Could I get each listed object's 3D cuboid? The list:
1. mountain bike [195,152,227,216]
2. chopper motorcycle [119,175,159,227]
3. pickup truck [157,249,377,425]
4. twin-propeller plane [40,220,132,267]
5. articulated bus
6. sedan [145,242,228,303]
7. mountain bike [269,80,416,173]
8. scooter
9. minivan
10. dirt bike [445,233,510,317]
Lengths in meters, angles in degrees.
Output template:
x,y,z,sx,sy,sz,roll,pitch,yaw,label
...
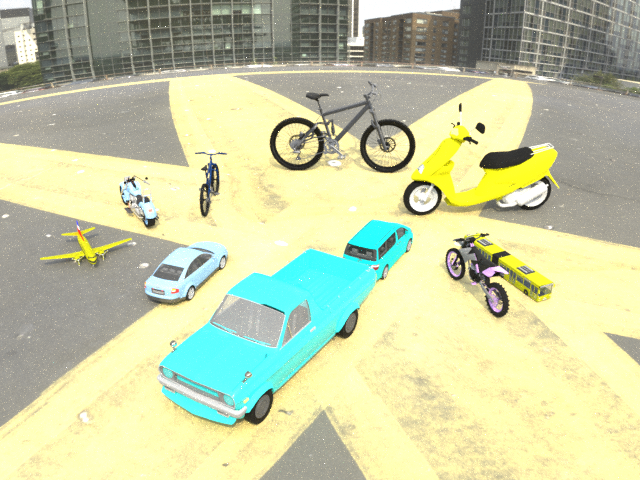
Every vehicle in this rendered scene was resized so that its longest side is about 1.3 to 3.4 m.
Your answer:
x,y,z,sx,sy,sz,roll,pitch,yaw,label
-1.943,-1.035,12.329,0.573,0.868,1.469,2,27,3,mountain bike
-3.135,-0.764,11.920,0.466,0.761,1.563,-16,31,-28,chopper motorcycle
-0.508,0.935,8.368,1.244,0.993,3.117,16,31,28,pickup truck
-3.586,0.064,10.700,1.370,0.407,1.095,-14,31,-26,twin-propeller plane
2.713,0.366,10.242,0.311,0.289,1.749,-12,30,-23,articulated bus
-1.883,0.368,10.025,0.635,0.483,1.613,10,29,19,sedan
0.433,-2.117,13.534,2.857,1.688,1.114,2,27,4,mountain bike
2.770,-1.287,11.816,2.721,1.786,1.288,-3,27,-6,scooter
0.899,0.052,10.494,0.681,0.616,1.548,14,30,24,minivan
2.133,0.396,9.564,0.527,0.857,1.493,-11,29,-20,dirt bike
